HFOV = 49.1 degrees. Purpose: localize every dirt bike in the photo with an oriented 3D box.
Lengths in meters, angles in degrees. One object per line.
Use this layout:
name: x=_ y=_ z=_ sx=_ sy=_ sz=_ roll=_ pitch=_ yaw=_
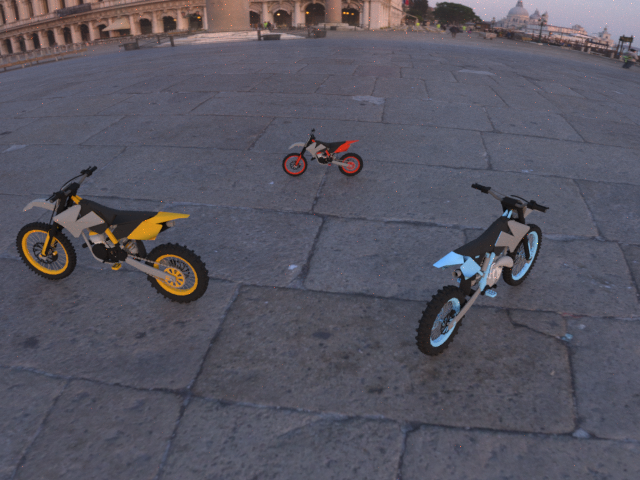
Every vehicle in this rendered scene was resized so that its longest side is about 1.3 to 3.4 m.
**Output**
dirt bike: x=0.051 y=-1.547 z=12.755 sx=1.493 sy=0.857 sz=0.527 roll=-1 pitch=31 yaw=-1
dirt bike: x=-2.880 y=-0.009 z=9.383 sx=2.903 sy=1.666 sz=1.024 roll=8 pitch=32 yaw=13
dirt bike: x=2.134 y=0.268 z=8.918 sx=1.024 sy=1.666 sz=2.903 roll=25 pitch=39 yaw=35
